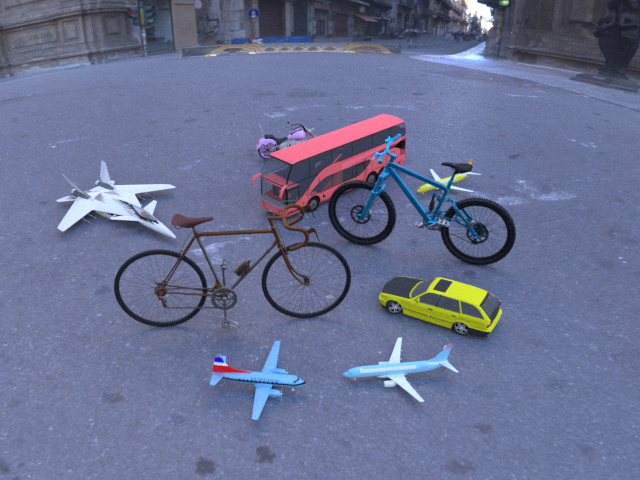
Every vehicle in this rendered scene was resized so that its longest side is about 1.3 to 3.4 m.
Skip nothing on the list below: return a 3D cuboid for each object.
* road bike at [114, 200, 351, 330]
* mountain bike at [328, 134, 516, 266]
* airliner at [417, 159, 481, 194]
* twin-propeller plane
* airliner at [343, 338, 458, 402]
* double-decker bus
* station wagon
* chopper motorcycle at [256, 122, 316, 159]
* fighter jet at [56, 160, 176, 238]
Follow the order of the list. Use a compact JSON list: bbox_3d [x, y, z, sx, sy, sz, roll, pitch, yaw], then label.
[{"bbox_3d":[-1.091,0.360,8.816,3.004,1.656,0.697,-3,30,-5],"label":"road bike"},{"bbox_3d":[1.475,-0.528,10.360,2.857,1.688,1.114,10,31,17],"label":"mountain bike"},{"bbox_3d":[2.285,-1.144,12.733,1.307,0.429,1.161,-17,34,-28],"label":"airliner"},{"bbox_3d":[-0.699,1.538,8.000,1.095,0.407,1.370,4,30,6],"label":"twin-propeller plane"},{"bbox_3d":[0.917,1.428,8.171,1.307,0.429,1.161,-3,30,-6],"label":"airliner"},{"bbox_3d":[0.270,-1.346,12.459,3.251,1.052,0.756,-26,38,-37],"label":"double-decker bus"},{"bbox_3d":[1.574,0.786,9.265,1.597,0.473,0.682,15,33,25],"label":"station wagon"},{"bbox_3d":[-0.488,-1.981,13.880,1.563,0.761,0.466,-6,30,-11],"label":"chopper motorcycle"},{"bbox_3d":[-3.238,-0.619,11.673,2.640,0.557,2.229,24,37,36],"label":"fighter jet"}]
